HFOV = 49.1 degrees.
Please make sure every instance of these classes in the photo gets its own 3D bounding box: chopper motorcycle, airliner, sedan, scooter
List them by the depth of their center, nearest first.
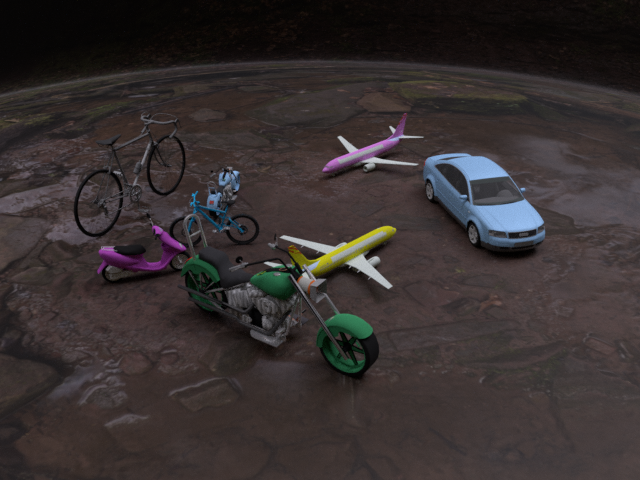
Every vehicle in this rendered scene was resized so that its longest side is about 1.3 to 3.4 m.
[{"bbox_3d":[-0.610,0.677,8.990,3.040,1.480,0.906,18,33,29],"label":"chopper motorcycle"},{"bbox_3d":[-2.664,0.152,10.553,1.399,0.919,0.662,-10,30,-18],"label":"scooter"},{"bbox_3d":[0.394,0.051,10.827,2.257,0.835,2.541,24,37,37],"label":"airliner"},{"bbox_3d":[2.827,-0.820,12.330,1.235,0.940,3.137,-7,29,-13],"label":"sedan"},{"bbox_3d":[-1.752,-1.002,12.854,0.466,0.761,1.563,5,29,9],"label":"chopper motorcycle"},{"bbox_3d":[0.984,-1.980,14.587,2.541,0.835,2.257,-24,36,-37],"label":"airliner"}]

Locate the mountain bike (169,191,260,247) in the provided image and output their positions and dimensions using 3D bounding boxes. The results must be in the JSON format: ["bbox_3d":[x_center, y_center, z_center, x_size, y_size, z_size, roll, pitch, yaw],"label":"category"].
[{"bbox_3d":[-1.731,-0.293,11.430,1.469,0.868,0.573,-3,28,-5],"label":"mountain bike"}]

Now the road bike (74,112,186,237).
[{"bbox_3d":[-3.287,-1.228,12.331,0.697,1.656,3.004,13,31,23],"label":"road bike"}]
